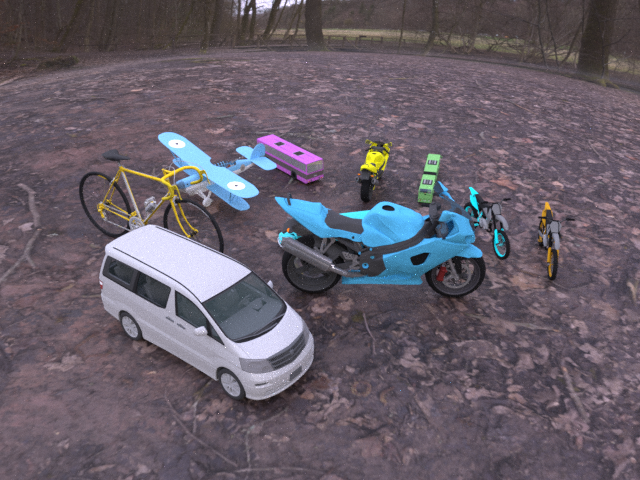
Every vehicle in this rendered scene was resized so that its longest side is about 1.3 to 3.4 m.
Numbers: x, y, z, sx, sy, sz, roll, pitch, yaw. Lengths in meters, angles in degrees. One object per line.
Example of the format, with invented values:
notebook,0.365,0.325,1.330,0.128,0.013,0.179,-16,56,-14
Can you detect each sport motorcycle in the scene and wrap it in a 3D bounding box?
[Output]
sport motorcycle,0.991,-1.309,12.986,0.506,0.821,1.520,8,31,14
sport motorcycle,0.862,0.079,9.777,2.955,1.596,0.983,2,30,3

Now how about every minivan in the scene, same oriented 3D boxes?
minivan,-1.470,0.836,8.856,3.011,1.197,1.324,21,36,32

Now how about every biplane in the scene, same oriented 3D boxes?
biplane,-1.779,-1.219,12.668,2.120,0.981,2.598,-26,39,-37

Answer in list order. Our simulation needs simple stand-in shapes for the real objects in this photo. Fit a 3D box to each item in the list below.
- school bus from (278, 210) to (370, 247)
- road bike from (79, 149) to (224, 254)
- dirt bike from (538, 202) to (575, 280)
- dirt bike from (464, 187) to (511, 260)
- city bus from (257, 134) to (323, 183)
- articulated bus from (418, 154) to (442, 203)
school bus,0.164,-0.169,11.383,1.708,0.434,0.365,-7,30,-12
road bike,-2.695,-0.541,10.802,3.004,1.656,0.696,17,34,27
dirt bike,3.534,-0.047,10.743,0.527,0.857,1.493,4,30,7
dirt bike,2.687,-0.332,11.242,0.527,0.857,1.493,-8,31,-14
city bus,-0.611,-1.598,13.856,0.476,0.460,1.674,-22,36,-33
articulated bus,2.090,-1.189,13.314,0.311,0.289,1.749,7,30,12
